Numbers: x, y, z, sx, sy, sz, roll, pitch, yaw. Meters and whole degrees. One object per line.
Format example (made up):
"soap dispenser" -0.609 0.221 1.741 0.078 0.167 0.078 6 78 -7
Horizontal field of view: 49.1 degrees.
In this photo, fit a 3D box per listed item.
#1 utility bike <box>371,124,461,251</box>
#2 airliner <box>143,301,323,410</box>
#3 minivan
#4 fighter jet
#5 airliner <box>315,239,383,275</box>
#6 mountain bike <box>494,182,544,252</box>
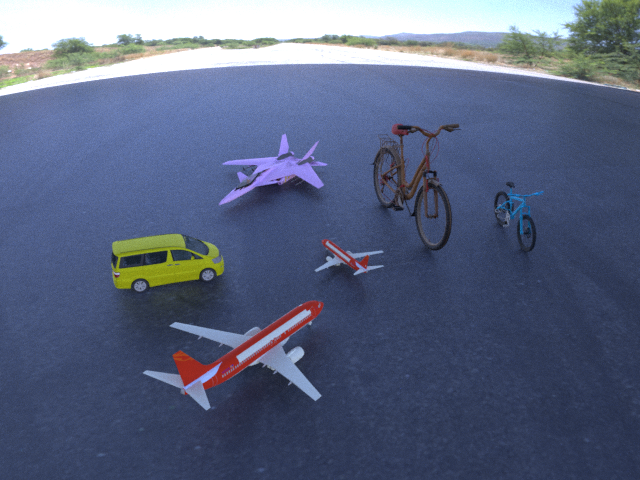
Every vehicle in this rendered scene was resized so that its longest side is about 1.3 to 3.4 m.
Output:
"utility bike" 1.513 -1.101 11.183 1.039 1.839 2.791 -9 29 -17
"airliner" -0.737 1.078 8.087 2.257 0.835 2.541 19 33 33
"minivan" -2.145 0.269 9.877 1.548 0.616 0.681 -9 29 -16
"fighter jet" -1.027 -1.272 12.898 2.229 0.557 2.640 16 32 28
"airliner" 0.364 0.163 10.283 1.161 0.429 1.307 -15 31 -26
"mountain bike" 3.057 -0.446 10.976 0.573 0.868 1.469 -5 28 -9
